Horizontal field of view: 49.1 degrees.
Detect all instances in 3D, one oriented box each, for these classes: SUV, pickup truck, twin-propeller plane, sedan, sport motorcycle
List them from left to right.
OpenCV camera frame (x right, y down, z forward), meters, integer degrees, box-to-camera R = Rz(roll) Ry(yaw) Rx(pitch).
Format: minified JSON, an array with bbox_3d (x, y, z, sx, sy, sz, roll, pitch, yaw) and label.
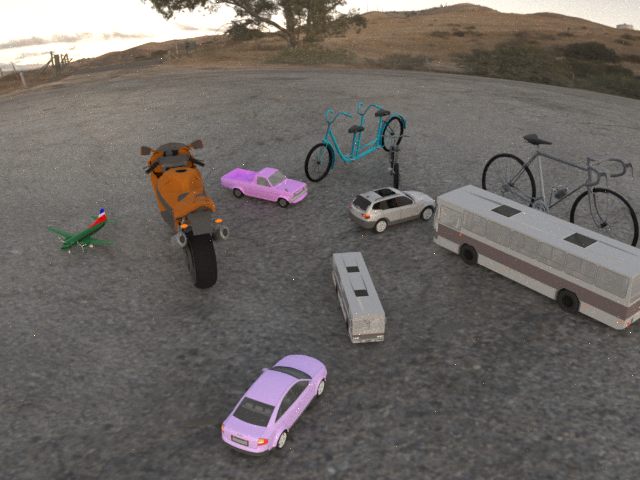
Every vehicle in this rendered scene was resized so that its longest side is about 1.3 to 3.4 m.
[{"bbox_3d":[-3.775,-0.139,11.228,1.370,0.407,1.095,11,29,21],"label":"twin-propeller plane"},{"bbox_3d":[-2.034,-0.472,10.572,0.983,1.596,2.955,-10,29,-18],"label":"sport motorcycle"},{"bbox_3d":[-1.034,-1.042,12.884,1.603,0.511,0.640,13,30,24],"label":"pickup truck"},{"bbox_3d":[-0.453,1.681,7.574,0.635,0.483,1.613,13,30,23],"label":"sedan"},{"bbox_3d":[1.249,-0.595,11.932,1.572,0.580,0.656,-15,31,-27],"label":"SUV"}]

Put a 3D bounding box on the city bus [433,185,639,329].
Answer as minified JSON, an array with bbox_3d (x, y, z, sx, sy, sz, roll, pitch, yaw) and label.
[{"bbox_3d":[3.113,0.178,10.068,0.926,0.894,3.255,-20,33,-34],"label":"city bus"}]

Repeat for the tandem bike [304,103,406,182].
[{"bbox_3d":[0.789,-2.126,14.113,0.550,1.326,3.192,22,34,37],"label":"tandem bike"}]

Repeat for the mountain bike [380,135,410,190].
[{"bbox_3d":[1.435,-1.498,13.387,0.573,0.868,1.469,1,27,2],"label":"mountain bike"}]

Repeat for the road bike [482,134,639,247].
[{"bbox_3d":[3.731,-0.783,11.115,0.696,1.656,3.004,-18,32,-31],"label":"road bike"}]

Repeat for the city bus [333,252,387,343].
[{"bbox_3d":[0.492,0.752,9.421,0.476,0.460,1.674,-3,27,-7],"label":"city bus"}]
